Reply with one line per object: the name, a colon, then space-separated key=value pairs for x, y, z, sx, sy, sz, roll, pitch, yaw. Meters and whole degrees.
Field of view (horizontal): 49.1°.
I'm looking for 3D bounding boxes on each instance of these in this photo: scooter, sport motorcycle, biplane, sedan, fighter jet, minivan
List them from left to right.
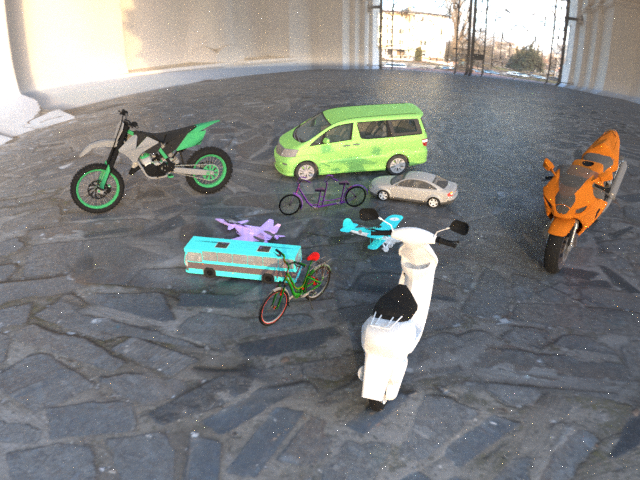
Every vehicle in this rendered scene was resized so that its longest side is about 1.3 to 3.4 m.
fighter jet: x=-1.264 y=-0.240 z=11.502 sx=1.358 sy=0.286 sz=1.147 roll=21 pitch=34 yaw=34
minivan: x=0.588 y=-1.976 z=13.871 sx=3.011 sy=1.197 sz=1.324 roll=-5 pitch=28 yaw=-10
biplane: x=0.875 y=-0.118 z=11.030 sx=1.090 sy=0.504 sz=1.336 roll=11 pitch=29 yaw=20
scooter: x=0.972 y=0.640 z=8.167 sx=1.288 sy=1.786 sz=2.721 roll=9 pitch=29 yaw=17
sedan: x=1.686 y=-0.977 z=12.715 sx=1.613 sy=0.483 sz=0.635 roll=9 pitch=29 yaw=18
sport motorcycle: x=4.080 y=-0.657 z=10.883 sx=0.983 sy=1.596 sz=2.955 roll=17 pitch=32 yaw=29

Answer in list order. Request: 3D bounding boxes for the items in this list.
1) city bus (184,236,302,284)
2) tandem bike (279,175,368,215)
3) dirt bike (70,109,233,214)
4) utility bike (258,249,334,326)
city bus: x=-1.122 y=0.304 z=10.261 sx=1.674 sy=0.460 sz=0.476 roll=5 pitch=28 yaw=10
tandem bike: x=0.074 y=-0.814 z=12.183 sx=1.642 sy=0.682 sz=0.283 roll=-8 pitch=28 yaw=-16
dirt bike: x=-2.924 y=-1.405 z=12.254 sx=2.903 sy=1.666 sz=1.024 roll=-13 pitch=30 yaw=-23
utility bike: x=-0.260 y=0.555 z=9.247 sx=0.535 sy=0.946 sz=1.435 roll=22 pitch=35 yaw=36
